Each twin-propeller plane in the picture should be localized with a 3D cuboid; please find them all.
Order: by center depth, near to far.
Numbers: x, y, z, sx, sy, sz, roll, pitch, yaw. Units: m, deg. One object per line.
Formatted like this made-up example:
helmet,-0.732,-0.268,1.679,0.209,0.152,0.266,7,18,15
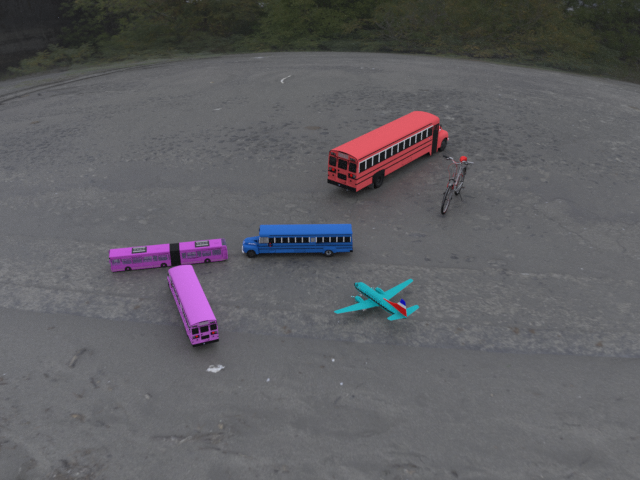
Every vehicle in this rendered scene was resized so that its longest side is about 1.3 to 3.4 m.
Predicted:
twin-propeller plane,0.807,0.768,9.464,1.370,0.407,1.095,-20,35,-31

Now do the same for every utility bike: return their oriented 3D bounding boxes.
utility bike,2.401,-1.053,12.152,0.535,0.946,1.435,13,32,22

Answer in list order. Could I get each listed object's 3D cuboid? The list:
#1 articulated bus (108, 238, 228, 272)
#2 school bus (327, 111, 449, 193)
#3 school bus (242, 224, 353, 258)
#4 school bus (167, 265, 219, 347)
articulated bus,-2.282,0.224,10.552,1.749,0.289,0.311,-6,30,-10
school bus,1.436,-1.791,13.569,0.709,0.844,3.322,22,36,34
school bus,-0.350,0.001,10.801,1.708,0.434,0.365,-1,29,-1
school bus,-1.737,0.803,9.375,0.365,0.434,1.708,-11,31,-19
